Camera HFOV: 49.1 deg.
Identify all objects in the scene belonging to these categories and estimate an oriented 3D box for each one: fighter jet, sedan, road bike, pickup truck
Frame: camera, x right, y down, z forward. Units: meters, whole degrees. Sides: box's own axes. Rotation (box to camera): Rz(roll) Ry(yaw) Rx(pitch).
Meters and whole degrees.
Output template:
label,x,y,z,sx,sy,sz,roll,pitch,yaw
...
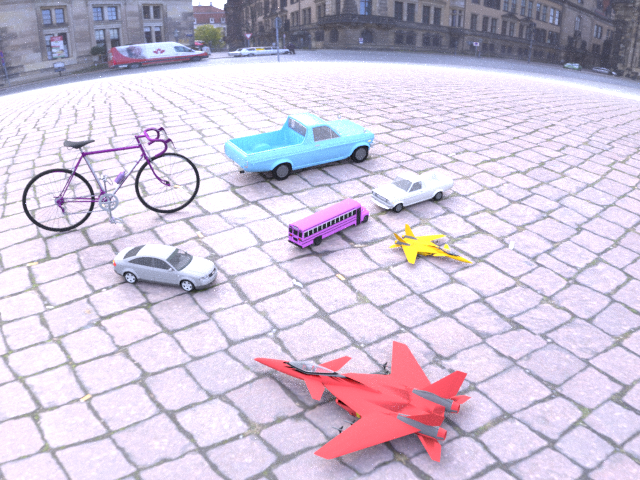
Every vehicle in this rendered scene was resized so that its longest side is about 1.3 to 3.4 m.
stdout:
label,x,y,z,sx,sy,sz,roll,pitch,yaw
fighter jet,1.849,0.108,11.324,1.358,0.286,1.147,18,33,30
sedan,-2.349,0.369,10.633,1.613,0.483,0.635,7,29,13
fighter jet,0.342,1.633,8.209,2.640,0.557,2.229,14,31,24
road bike,-3.559,-1.053,12.036,3.004,1.656,0.697,-11,30,-20
pickup truck,-0.387,-2.045,14.576,3.117,0.993,1.244,-15,32,-26
pickup truck,1.740,-0.980,13.107,1.603,0.511,0.640,-17,33,-29

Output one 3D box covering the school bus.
label,x,y,z,sx,sy,sz,roll,pitch,yaw
school bus,0.195,-0.316,11.956,1.708,0.434,0.365,-25,37,-38
